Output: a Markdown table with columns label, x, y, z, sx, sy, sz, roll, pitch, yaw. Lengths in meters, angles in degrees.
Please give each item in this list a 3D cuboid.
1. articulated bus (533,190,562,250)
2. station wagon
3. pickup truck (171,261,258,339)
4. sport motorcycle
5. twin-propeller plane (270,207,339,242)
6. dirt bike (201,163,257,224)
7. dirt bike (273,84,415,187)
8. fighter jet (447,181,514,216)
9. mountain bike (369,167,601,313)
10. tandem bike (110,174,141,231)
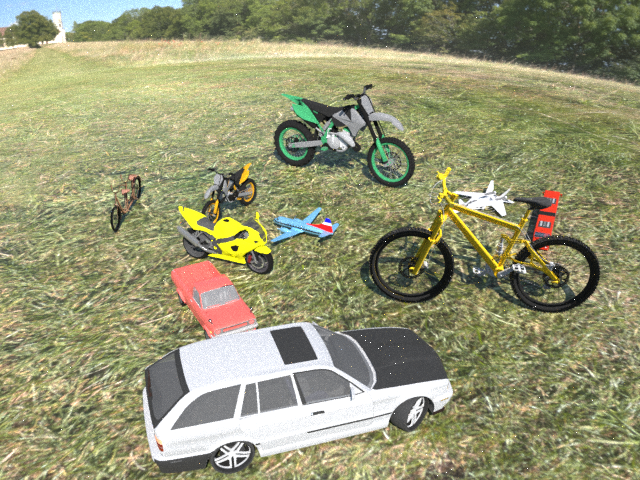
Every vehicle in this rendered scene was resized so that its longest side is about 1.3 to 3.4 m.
| label | x | y | z | sx | sy | sz | roll | pitch | yaw |
| --- | --- | --- | --- | --- | --- | --- | --- | --- | --- |
| articulated bus | 3.580 | -0.338 | 11.053 | 0.311 | 0.289 | 1.749 | 10 | 29 | 19 |
| station wagon | -0.195 | 1.405 | 7.055 | 3.105 | 0.920 | 1.327 | -8 | 29 | -16 |
| pickup truck | -1.362 | 0.710 | 8.820 | 0.640 | 0.511 | 1.603 | -14 | 31 | -25 |
| sport motorcycle | -1.328 | -0.008 | 9.853 | 1.520 | 0.821 | 0.506 | 13 | 30 | 23 |
| twin-propeller plane | -0.271 | -0.253 | 10.764 | 1.095 | 0.407 | 1.370 | 16 | 32 | 28 |
| dirt bike | -1.457 | -0.771 | 11.267 | 0.527 | 0.857 | 1.493 | 14 | 31 | 25 |
| dirt bike | 0.393 | -1.934 | 12.612 | 2.903 | 1.666 | 1.024 | 15 | 31 | 26 |
| fighter jet | 2.566 | -0.650 | 11.649 | 1.358 | 0.286 | 1.147 | -18 | 33 | -31 |
| mountain bike | 2.043 | 0.112 | 8.692 | 2.857 | 1.688 | 1.114 | 3 | 28 | 7 |
| tandem bike | -3.158 | -0.742 | 11.399 | 0.283 | 0.682 | 1.642 | 1 | 28 | 2 |
